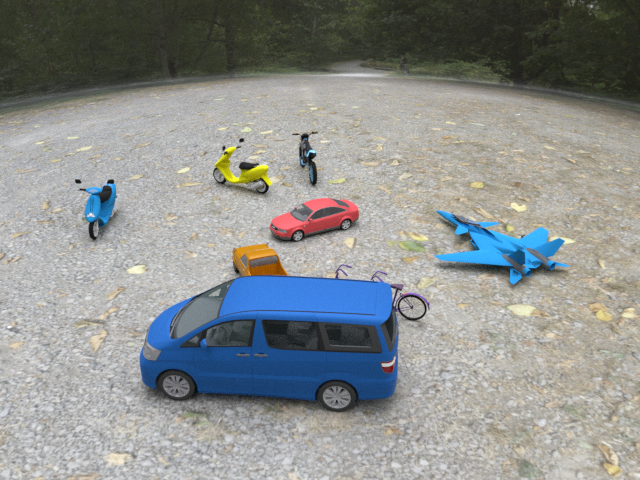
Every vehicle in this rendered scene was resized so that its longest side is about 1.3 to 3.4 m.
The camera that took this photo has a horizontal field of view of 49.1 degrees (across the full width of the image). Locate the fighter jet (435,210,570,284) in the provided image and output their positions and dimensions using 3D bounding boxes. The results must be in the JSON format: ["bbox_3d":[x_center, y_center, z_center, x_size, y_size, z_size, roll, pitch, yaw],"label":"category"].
[{"bbox_3d":[2.702,-0.156,11.390,2.229,0.557,2.640,-13,29,-25],"label":"fighter jet"}]

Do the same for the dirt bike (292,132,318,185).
[{"bbox_3d":[-0.261,-1.720,14.202,0.527,0.857,1.493,-6,27,-12],"label":"dirt bike"}]

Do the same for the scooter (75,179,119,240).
[{"bbox_3d":[-3.763,-0.673,12.024,0.662,0.919,1.399,1,26,1],"label":"scooter"}]

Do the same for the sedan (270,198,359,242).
[{"bbox_3d":[-0.091,-0.404,11.972,1.613,0.483,0.635,-14,30,-26],"label":"sedan"}]

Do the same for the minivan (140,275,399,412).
[{"bbox_3d":[-0.594,1.104,8.132,3.011,1.197,1.324,3,27,5],"label":"minivan"}]

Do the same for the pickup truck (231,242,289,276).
[{"bbox_3d":[-0.830,0.446,10.230,0.640,0.511,1.603,-10,28,-19],"label":"pickup truck"}]

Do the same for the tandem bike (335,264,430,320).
[{"bbox_3d":[0.677,0.710,9.505,1.642,0.682,0.283,7,27,15],"label":"tandem bike"}]

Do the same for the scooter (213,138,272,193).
[{"bbox_3d":[-1.531,-1.425,13.540,1.399,0.919,0.662,15,30,28],"label":"scooter"}]
